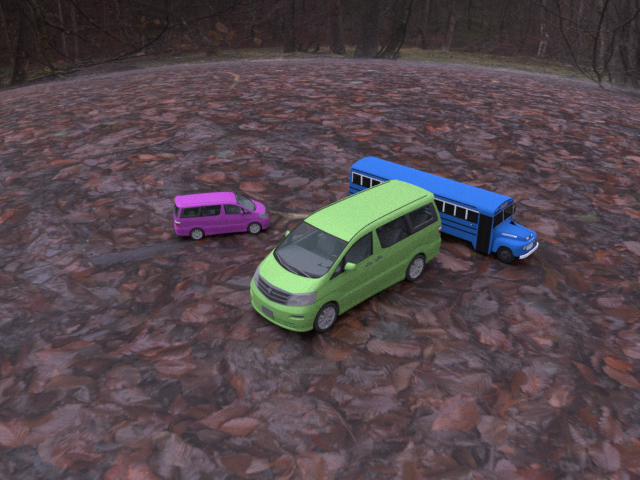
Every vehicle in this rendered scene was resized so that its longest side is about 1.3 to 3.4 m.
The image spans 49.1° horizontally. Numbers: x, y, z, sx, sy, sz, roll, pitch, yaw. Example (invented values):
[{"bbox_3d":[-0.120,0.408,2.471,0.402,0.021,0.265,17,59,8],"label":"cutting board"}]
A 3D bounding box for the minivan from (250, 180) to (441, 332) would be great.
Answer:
[{"bbox_3d":[0.405,0.154,9.785,3.011,1.197,1.324,-24,37,-38],"label":"minivan"}]

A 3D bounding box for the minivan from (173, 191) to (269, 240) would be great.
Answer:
[{"bbox_3d":[-1.622,-0.442,11.513,1.548,0.616,0.681,-6,29,-11],"label":"minivan"}]

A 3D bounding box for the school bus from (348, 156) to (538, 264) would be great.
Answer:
[{"bbox_3d":[1.967,-0.550,11.472,3.322,0.844,0.709,22,35,35],"label":"school bus"}]
